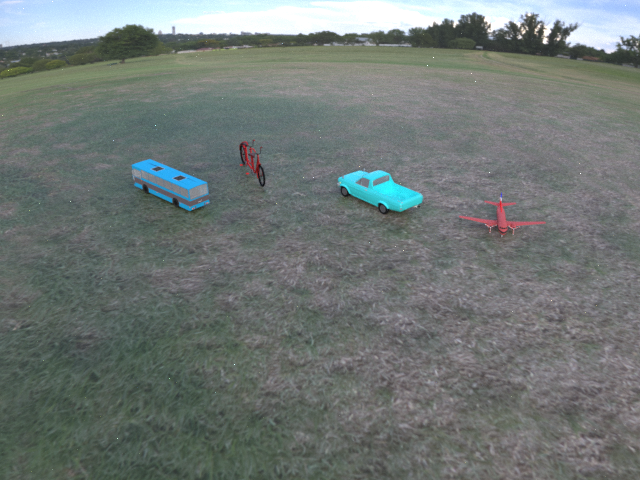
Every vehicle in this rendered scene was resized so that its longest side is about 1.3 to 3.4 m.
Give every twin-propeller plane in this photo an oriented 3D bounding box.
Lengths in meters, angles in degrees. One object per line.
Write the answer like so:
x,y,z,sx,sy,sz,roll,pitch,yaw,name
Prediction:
2.950,-0.402,11.359,1.370,0.407,1.095,4,28,8,twin-propeller plane

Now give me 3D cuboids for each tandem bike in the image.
-1.299,-1.562,13.279,0.283,0.682,1.642,-10,29,-19,tandem bike

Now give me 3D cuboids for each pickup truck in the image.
1.024,-0.893,12.186,0.640,0.511,1.603,-22,35,-36,pickup truck

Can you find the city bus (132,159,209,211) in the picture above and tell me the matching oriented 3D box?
-2.660,-0.967,12.382,1.674,0.460,0.476,23,35,37,city bus
